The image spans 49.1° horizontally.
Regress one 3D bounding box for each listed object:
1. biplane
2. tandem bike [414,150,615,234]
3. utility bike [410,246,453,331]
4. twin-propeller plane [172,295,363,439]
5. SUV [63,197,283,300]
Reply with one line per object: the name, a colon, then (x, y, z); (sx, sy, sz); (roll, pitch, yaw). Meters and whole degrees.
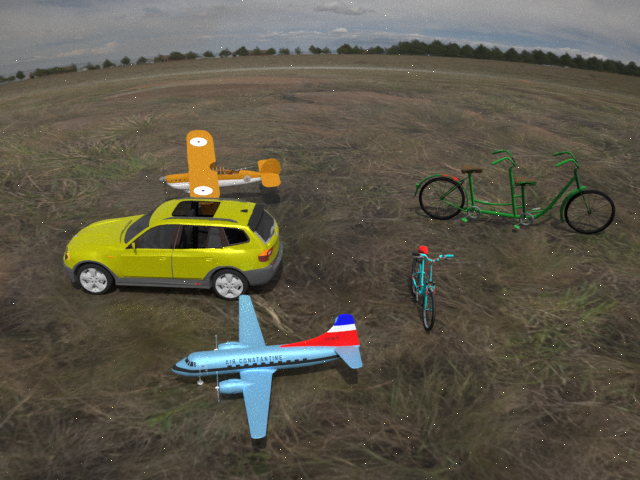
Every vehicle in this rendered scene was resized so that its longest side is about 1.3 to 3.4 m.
biplane: (-1.736, -1.083, 12.274); (2.120, 0.981, 2.598); (-5, 27, -9)
tandem bike: (3.144, -0.817, 11.357); (3.192, 1.326, 0.550); (6, 27, 13)
utility bike: (1.404, 0.500, 9.152); (0.535, 0.946, 1.435); (-2, 27, -3)
twin-propeller plane: (-0.598, 1.237, 7.852); (2.129, 0.792, 2.663); (-4, 27, -8)
SUV: (-2.056, 0.035, 9.878); (3.058, 1.128, 1.276); (2, 27, 4)
